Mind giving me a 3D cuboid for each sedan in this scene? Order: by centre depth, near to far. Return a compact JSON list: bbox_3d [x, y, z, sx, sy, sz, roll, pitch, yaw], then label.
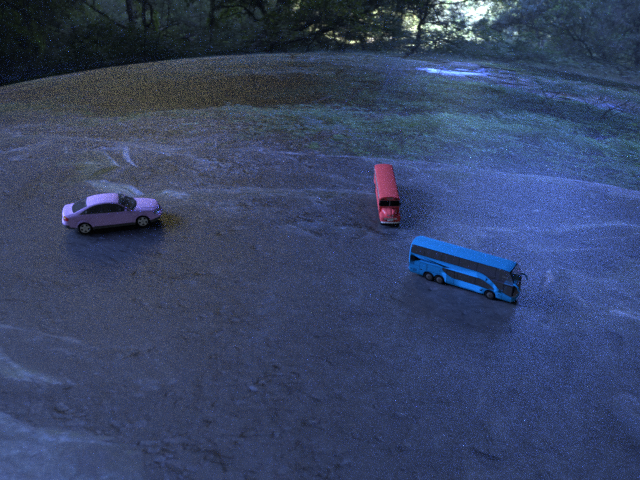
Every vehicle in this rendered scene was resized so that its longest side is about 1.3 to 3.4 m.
[{"bbox_3d":[-3.468,-0.504,11.683,1.613,0.483,0.635,-7,30,-13],"label":"sedan"}]

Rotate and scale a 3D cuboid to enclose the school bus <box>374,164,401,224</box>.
[{"bbox_3d":[1.171,-0.809,12.280,0.365,0.434,1.708,0,29,0],"label":"school bus"}]

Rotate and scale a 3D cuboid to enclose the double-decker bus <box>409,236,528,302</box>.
[{"bbox_3d":[2.080,0.413,9.982,1.672,0.541,0.389,17,33,27],"label":"double-decker bus"}]
